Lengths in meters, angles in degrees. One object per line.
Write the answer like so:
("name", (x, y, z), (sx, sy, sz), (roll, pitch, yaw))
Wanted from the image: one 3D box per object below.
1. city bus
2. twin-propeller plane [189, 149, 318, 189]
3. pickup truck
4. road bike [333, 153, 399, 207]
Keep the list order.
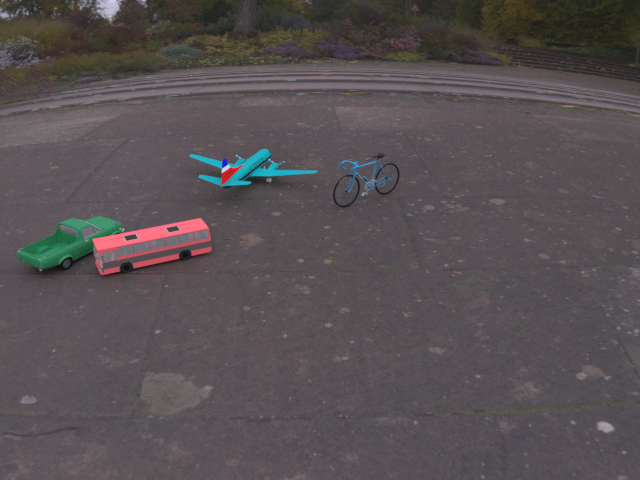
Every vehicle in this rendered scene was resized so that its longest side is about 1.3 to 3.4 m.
("city bus", (-2.494, 0.105, 10.473), (1.674, 0.460, 0.476), (-13, 29, -23))
("twin-propeller plane", (-1.369, -1.436, 13.169), (2.663, 0.792, 2.129), (9, 28, 18))
("pickup truck", (-3.758, -0.007, 10.641), (0.640, 0.511, 1.603), (16, 31, 29))
("road bike", (0.844, -1.097, 12.429), (1.545, 0.852, 0.358), (-19, 32, -33))
